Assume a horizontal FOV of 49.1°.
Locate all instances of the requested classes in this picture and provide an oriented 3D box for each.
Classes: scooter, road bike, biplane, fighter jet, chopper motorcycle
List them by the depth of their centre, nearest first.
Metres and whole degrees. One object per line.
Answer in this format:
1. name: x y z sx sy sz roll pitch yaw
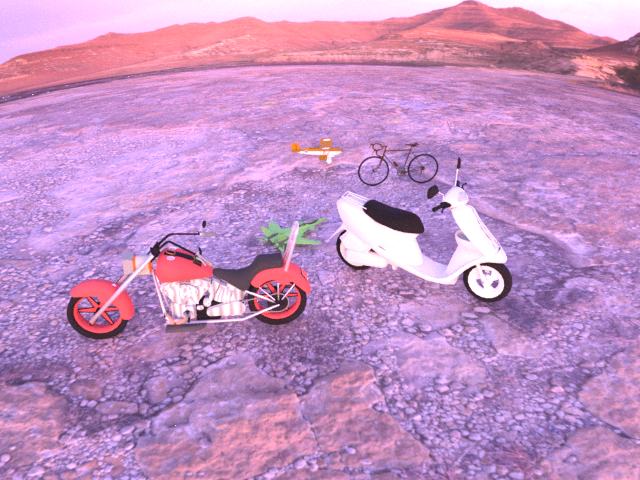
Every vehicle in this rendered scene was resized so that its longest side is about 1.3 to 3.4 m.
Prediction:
1. chopper motorcycle: -1.635 0.500 8.740 3.040 1.480 0.906 -3 28 -5
2. scooter: 1.367 -0.169 9.688 2.721 1.786 1.288 13 30 24
3. fighter jet: -0.340 -0.222 11.409 1.147 0.286 1.358 23 36 37
4. road bike: 1.475 -1.432 13.112 1.545 0.852 0.358 -3 28 -6
5. biplane: -0.042 -1.823 14.235 1.090 0.504 1.336 1 28 2
